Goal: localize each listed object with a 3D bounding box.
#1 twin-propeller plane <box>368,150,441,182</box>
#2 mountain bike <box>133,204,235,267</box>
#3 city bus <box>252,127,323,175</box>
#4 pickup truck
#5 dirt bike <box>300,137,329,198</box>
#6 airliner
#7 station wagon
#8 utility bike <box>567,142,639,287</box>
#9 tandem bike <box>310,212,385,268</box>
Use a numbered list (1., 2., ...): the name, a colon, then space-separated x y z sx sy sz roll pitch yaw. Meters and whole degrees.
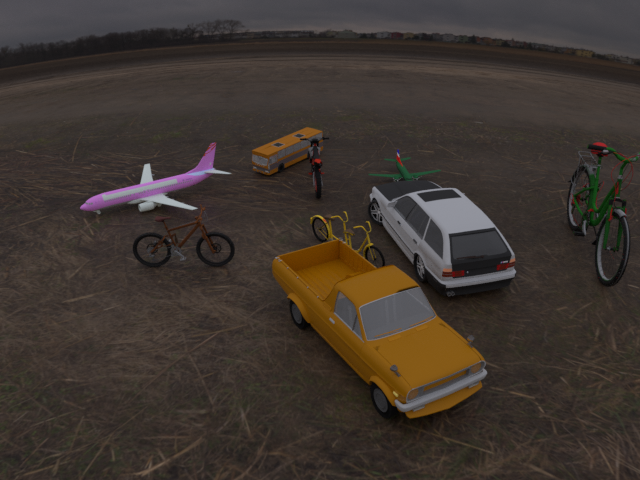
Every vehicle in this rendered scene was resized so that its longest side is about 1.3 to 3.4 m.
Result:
1. twin-propeller plane: 1.548 -1.316 12.948 1.370 0.407 1.095 -4 29 -7
2. mountain bike: -1.966 0.005 10.033 1.469 0.868 0.573 0 29 -1
3. city bus: -0.610 -1.727 13.650 0.476 0.460 1.674 20 35 33
4. pickup truck: 0.578 0.840 8.365 1.244 0.993 3.117 -15 32 -26
5. dirt bike: -0.084 -1.378 12.590 0.527 0.857 1.493 -2 29 -4
6. airliner: -2.874 -1.048 12.007 2.541 0.835 2.257 -17 33 -28
7. station wagon: 1.726 -0.294 10.528 1.327 0.920 3.105 -8 29 -14
8. utility bike: 4.171 -0.633 10.190 1.039 1.839 2.791 2 29 3
9. tandem bike: 0.386 -0.074 10.373 0.283 0.682 1.642 -22 35 -34
